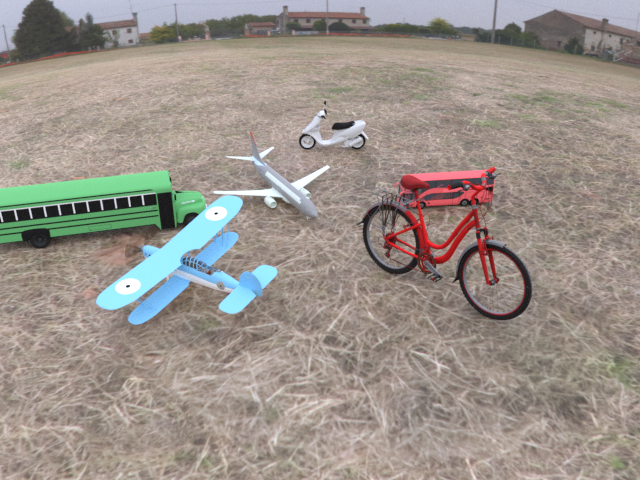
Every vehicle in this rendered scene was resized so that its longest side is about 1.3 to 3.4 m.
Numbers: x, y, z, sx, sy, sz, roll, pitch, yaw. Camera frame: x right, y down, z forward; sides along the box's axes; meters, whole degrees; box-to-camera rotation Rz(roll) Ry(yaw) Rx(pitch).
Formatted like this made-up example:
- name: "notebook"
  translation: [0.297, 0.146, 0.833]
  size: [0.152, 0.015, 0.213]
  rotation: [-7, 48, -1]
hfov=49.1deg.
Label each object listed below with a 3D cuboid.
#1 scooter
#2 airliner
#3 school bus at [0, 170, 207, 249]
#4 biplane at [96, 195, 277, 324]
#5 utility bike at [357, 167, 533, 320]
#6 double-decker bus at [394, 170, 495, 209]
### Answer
- name: "scooter"
  translation: [0.273, -2.245, 13.975]
  size: [1.399, 0.919, 0.662]
  rotation: [0, 29, -1]
- name: "airliner"
  translation: [-0.679, -1.118, 12.051]
  size: [2.257, 0.835, 2.541]
  rotation: [-16, 33, -26]
- name: "school bus"
  translation: [-3.443, -0.513, 10.963]
  size: [3.322, 0.844, 0.709]
  rotation: [-8, 30, -14]
- name: "biplane"
  translation: [-1.625, 0.424, 9.152]
  size: [2.120, 0.981, 2.598]
  rotation: [17, 34, 28]
- name: "utility bike"
  translation: [1.645, -0.144, 9.289]
  size: [2.791, 1.839, 1.039]
  rotation: [25, 38, 37]
- name: "double-decker bus"
  translation: [2.113, -0.862, 11.894]
  size: [1.672, 0.541, 0.389]
  rotation: [-4, 30, -7]
